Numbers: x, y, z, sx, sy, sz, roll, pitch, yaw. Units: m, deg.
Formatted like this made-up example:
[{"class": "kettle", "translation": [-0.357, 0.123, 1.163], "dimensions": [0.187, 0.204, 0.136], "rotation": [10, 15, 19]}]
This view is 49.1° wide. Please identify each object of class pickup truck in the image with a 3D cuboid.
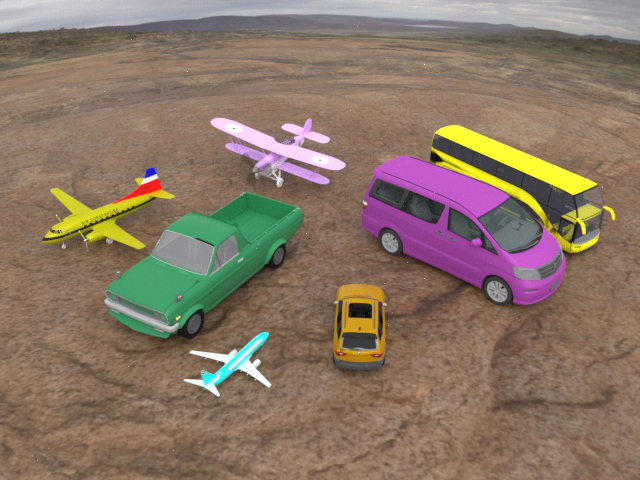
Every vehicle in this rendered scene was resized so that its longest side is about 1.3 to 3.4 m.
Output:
[{"class": "pickup truck", "translation": [-1.487, 0.159, 9.640], "dimensions": [1.244, 0.993, 3.117], "rotation": [17, 35, 26]}]

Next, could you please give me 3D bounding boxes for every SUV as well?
[{"class": "SUV", "translation": [0.495, 0.983, 8.674], "dimensions": [0.656, 0.580, 1.572], "rotation": [2, 31, 3]}]

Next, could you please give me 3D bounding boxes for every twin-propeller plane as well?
[{"class": "twin-propeller plane", "translation": [-3.354, -0.487, 10.906], "dimensions": [2.663, 0.792, 2.129], "rotation": [27, 40, 37]}]

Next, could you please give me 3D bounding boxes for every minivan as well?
[{"class": "minivan", "translation": [2.033, -0.201, 10.041], "dimensions": [3.011, 1.197, 1.324], "rotation": [26, 40, 36]}]

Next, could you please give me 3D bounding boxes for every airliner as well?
[{"class": "airliner", "translation": [-0.983, 1.348, 8.214], "dimensions": [1.161, 0.429, 1.307], "rotation": [17, 35, 26]}]

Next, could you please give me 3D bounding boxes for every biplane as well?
[{"class": "biplane", "translation": [-0.614, -1.591, 12.555], "dimensions": [2.598, 0.981, 2.120], "rotation": [15, 34, 23]}]

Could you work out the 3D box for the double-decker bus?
[{"class": "double-decker bus", "translation": [3.096, -0.860, 11.273], "dimensions": [0.756, 1.052, 3.251], "rotation": [-21, 37, -30]}]
